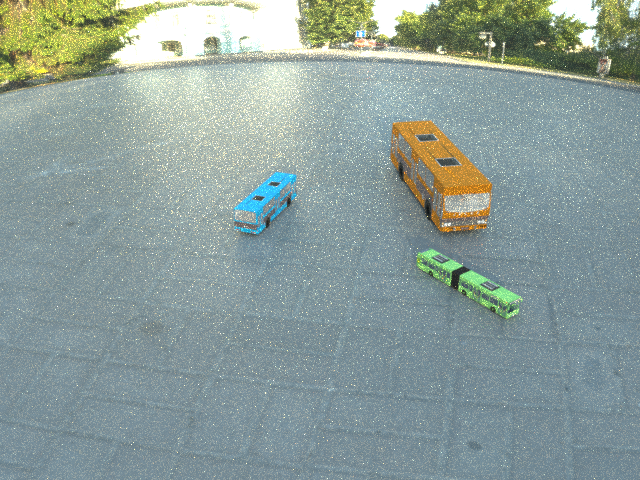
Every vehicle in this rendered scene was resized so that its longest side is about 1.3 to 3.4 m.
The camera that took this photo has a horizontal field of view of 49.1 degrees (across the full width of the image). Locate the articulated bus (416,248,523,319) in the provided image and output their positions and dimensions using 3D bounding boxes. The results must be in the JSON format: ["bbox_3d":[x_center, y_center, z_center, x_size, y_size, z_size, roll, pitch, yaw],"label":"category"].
[{"bbox_3d":[2.049,0.581,9.818,0.311,0.289,1.749,-19,33,-32],"label":"articulated bus"}]

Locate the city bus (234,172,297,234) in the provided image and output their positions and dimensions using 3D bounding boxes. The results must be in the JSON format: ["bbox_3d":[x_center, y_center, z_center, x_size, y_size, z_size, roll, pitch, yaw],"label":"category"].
[{"bbox_3d":[-0.897,-0.628,11.918,0.476,0.460,1.674,10,30,19],"label":"city bus"}]

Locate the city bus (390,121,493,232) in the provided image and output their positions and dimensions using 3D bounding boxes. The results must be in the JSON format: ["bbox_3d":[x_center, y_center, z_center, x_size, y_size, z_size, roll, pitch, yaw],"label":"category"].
[{"bbox_3d":[2.059,-1.195,12.525,0.926,0.894,3.255,-4,28,-8],"label":"city bus"}]
